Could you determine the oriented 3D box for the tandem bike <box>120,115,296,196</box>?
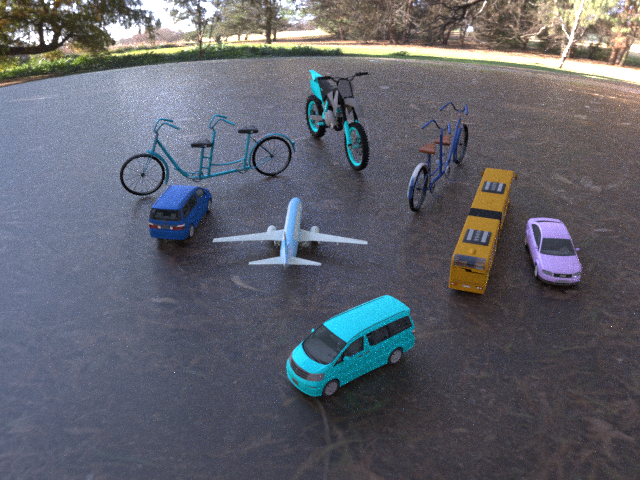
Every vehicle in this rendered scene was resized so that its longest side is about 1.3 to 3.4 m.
[{"bbox_3d":[-1.927,-1.571,12.310,3.192,1.326,0.550,-11,30,-20],"label":"tandem bike"}]

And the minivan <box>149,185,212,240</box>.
[{"bbox_3d":[-2.193,-0.538,11.124,0.681,0.616,1.548,4,28,8],"label":"minivan"}]

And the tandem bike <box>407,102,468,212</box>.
[{"bbox_3d":[2.136,-1.558,12.287,0.550,1.326,3.192,13,31,24],"label":"tandem bike"}]

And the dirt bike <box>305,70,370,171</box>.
[{"bbox_3d":[0.312,-2.499,13.694,1.024,1.666,2.903,-11,30,-20],"label":"dirt bike"}]

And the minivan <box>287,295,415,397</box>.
[{"bbox_3d":[0.352,1.174,7.906,1.548,0.616,0.681,-19,33,-32],"label":"minivan"}]

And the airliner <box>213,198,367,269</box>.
[{"bbox_3d":[-0.428,-0.275,10.397,2.257,0.835,2.541,1,28,2],"label":"airliner"}]

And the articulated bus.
[{"bbox_3d":[2.513,-0.251,10.643,0.605,0.561,3.401,9,29,17],"label":"articulated bus"}]

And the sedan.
[{"bbox_3d":[3.349,0.098,10.069,0.635,0.483,1.613,3,28,6],"label":"sedan"}]
